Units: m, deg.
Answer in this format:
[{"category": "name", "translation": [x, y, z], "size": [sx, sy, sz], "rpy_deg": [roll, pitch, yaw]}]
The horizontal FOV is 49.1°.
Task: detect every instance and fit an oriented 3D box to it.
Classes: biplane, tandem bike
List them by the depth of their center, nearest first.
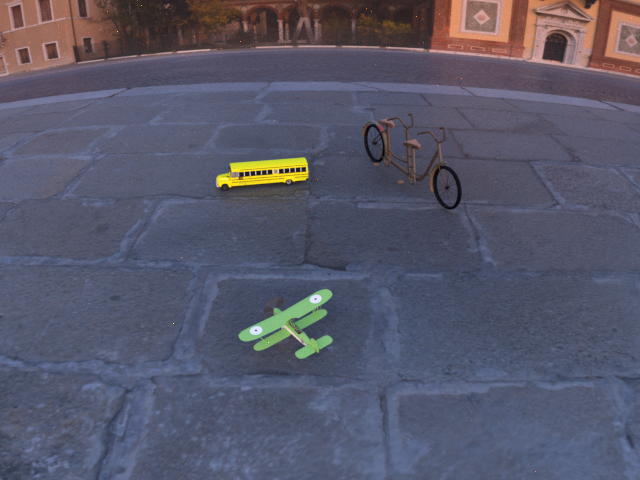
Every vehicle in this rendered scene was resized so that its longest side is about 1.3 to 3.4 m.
[{"category": "biplane", "translation": [-0.330, 1.129, 8.764], "size": [1.336, 0.504, 1.090], "rpy_deg": [-18, 34, -29]}, {"category": "tandem bike", "translation": [1.623, -1.660, 12.854], "size": [0.550, 1.326, 3.192], "rpy_deg": [-15, 33, -24]}]

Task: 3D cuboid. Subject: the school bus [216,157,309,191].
[{"category": "school bus", "translation": [-1.079, -1.234, 13.005], "size": [1.708, 0.434, 0.365], "rpy_deg": [-6, 30, -10]}]
